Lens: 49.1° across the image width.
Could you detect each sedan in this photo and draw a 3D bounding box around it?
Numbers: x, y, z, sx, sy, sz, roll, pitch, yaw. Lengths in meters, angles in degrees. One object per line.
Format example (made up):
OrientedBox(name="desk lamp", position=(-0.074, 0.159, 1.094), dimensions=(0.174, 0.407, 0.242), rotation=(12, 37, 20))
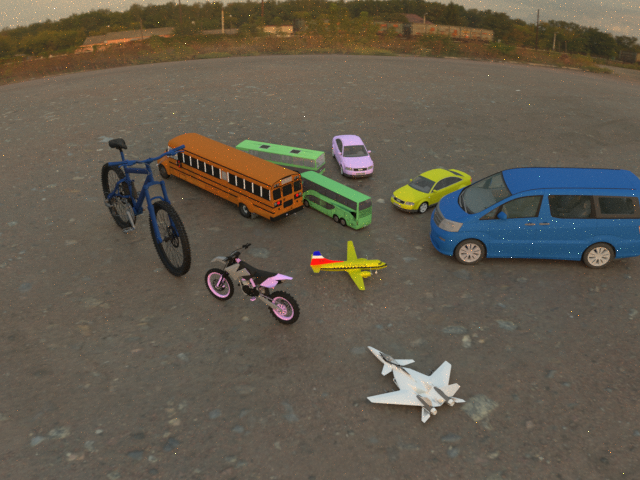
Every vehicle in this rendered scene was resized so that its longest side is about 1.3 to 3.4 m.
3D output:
OrientedBox(name="sedan", position=(0.618, -1.670, 13.439), dimensions=(0.635, 0.483, 1.613), rotation=(-4, 29, -8))
OrientedBox(name="sedan", position=(1.919, -0.901, 12.016), dimensions=(1.613, 0.483, 0.635), rotation=(-20, 34, -32))

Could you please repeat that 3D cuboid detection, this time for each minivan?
OrientedBox(name="minivan", position=(3.165, -0.392, 10.321), dimensions=(3.011, 1.197, 1.324), rotation=(2, 28, 3))

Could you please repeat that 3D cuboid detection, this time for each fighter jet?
OrientedBox(name="fighter jet", position=(0.949, 1.464, 7.841), dimensions=(1.147, 0.286, 1.358), rotation=(-18, 33, -29))

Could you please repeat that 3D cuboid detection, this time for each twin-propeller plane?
OrientedBox(name="twin-propeller plane", position=(0.409, 0.316, 9.842), dimensions=(1.095, 0.407, 1.370), rotation=(-2, 28, -4))

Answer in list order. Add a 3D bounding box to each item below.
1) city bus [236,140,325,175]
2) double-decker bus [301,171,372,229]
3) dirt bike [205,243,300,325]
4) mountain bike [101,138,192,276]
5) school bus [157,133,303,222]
OrientedBox(name="city bus", position=(-0.750, -1.490, 13.130), dimensions=(1.674, 0.460, 0.476), rotation=(12, 30, 20))
OrientedBox(name="double-decker bus", position=(0.176, -0.687, 11.557), dimensions=(0.389, 0.541, 1.672), rotation=(-22, 35, -35))
OrientedBox(name="dirt bike", position=(-0.899, 0.553, 8.928), dimensions=(1.493, 0.857, 0.527), rotation=(16, 32, 27))
OrientedBox(name="mountain bike", position=(-2.635, -0.616, 10.219), dimensions=(1.114, 1.688, 2.857), rotation=(-20, 34, -32))
OrientedBox(name="school bus", position=(-1.685, -1.162, 12.120), dimensions=(3.322, 0.844, 0.709), rotation=(25, 37, 38))
